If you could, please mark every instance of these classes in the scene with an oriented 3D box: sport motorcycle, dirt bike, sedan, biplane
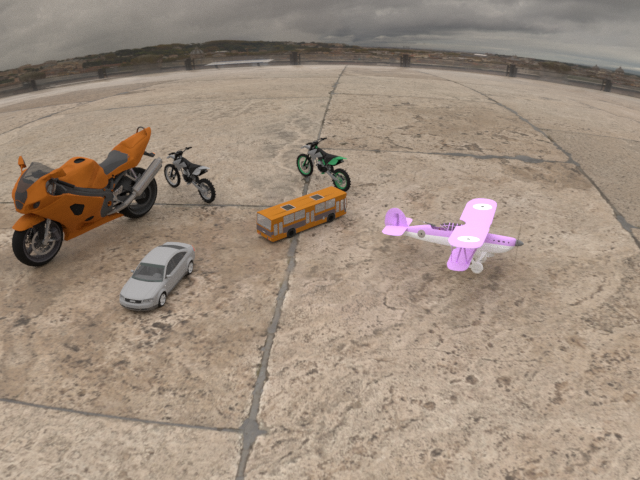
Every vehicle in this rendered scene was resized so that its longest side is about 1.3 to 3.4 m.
[{"bbox_3d":[-3.742,-0.751,11.317,0.983,1.596,2.955,17,32,29],"label":"sport motorcycle"},{"bbox_3d":[-2.461,-1.237,13.029,1.493,0.857,0.527,23,36,37],"label":"dirt bike"},{"bbox_3d":[-2.359,0.464,10.208,0.635,0.483,1.613,7,29,13],"label":"sedan"},{"bbox_3d":[0.045,-1.475,13.479,0.527,0.857,1.493,-24,36,-37],"label":"dirt bike"},{"bbox_3d":[2.027,-0.087,10.718,2.120,0.981,2.598,9,29,17],"label":"biplane"}]

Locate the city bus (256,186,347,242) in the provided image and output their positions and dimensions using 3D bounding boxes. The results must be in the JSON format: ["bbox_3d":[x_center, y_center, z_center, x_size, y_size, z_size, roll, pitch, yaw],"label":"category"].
[{"bbox_3d":[-0.287,-0.438,11.941,1.674,0.460,0.476,-22,35,-35],"label":"city bus"}]
